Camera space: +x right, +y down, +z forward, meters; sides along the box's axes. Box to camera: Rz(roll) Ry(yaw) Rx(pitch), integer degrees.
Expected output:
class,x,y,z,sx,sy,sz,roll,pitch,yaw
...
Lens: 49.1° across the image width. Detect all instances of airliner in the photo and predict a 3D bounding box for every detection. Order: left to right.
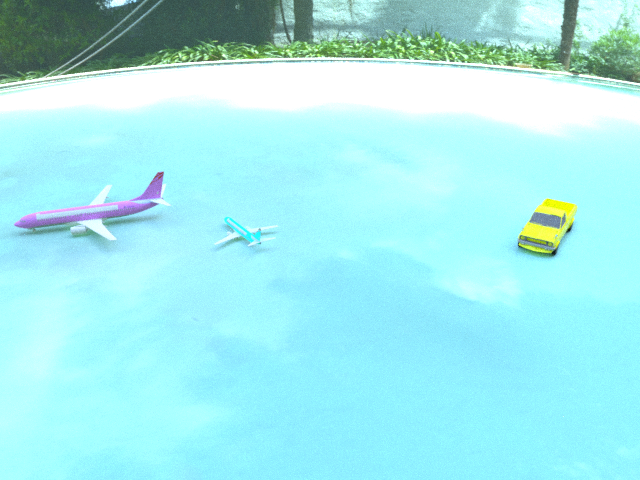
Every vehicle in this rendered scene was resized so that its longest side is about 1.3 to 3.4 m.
class,x,y,z,sx,sy,sz,roll,pitch,yaw
airliner,-3.812,-0.626,11.716,2.541,0.835,2.257,-8,29,-15
airliner,-1.262,-0.224,11.387,1.161,0.429,1.307,-17,32,-30

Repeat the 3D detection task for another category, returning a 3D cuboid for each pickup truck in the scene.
class,x,y,z,sx,sy,sz,roll,pitch,yaw
pickup truck,3.741,-0.294,11.433,0.640,0.511,1.603,15,31,27
